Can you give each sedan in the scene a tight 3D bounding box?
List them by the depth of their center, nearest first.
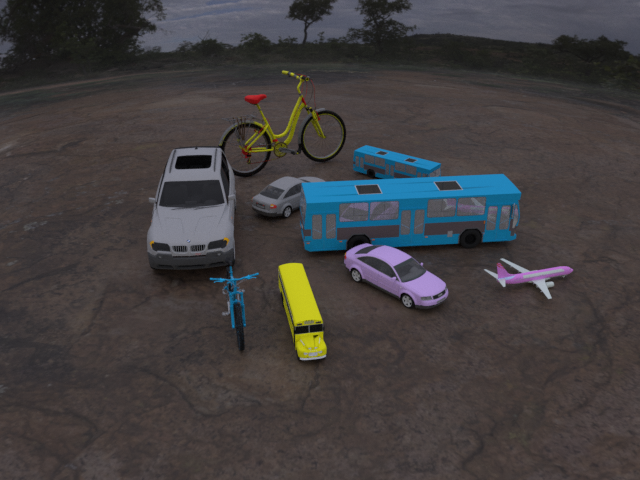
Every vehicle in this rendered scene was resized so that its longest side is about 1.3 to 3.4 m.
[{"bbox_3d":[1.025,0.431,9.550,0.635,0.483,1.613,-23,35,-37],"label":"sedan"},{"bbox_3d":[-0.487,-0.828,12.029,0.635,0.483,1.613,20,33,34],"label":"sedan"}]

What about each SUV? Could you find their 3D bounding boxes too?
[{"bbox_3d":[-1.935,-0.579,10.826,1.276,1.128,3.058,-3,27,-5],"label":"SUV"}]

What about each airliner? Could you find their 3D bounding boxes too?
[{"bbox_3d":[2.959,0.412,9.646,1.307,0.429,1.161,-9,28,-17],"label":"airliner"}]

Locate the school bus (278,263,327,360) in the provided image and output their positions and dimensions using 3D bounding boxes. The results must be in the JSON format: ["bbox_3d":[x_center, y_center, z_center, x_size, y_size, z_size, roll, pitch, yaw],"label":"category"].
[{"bbox_3d":[-0.236,0.872,8.734,0.365,0.434,1.708,-5,27,-10],"label":"school bus"}]

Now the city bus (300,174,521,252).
[{"bbox_3d":[1.343,-0.391,10.714,3.255,0.894,0.926,-3,27,-6],"label":"city bus"}]

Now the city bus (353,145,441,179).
[{"bbox_3d":[1.416,-1.335,13.055,1.674,0.460,0.476,19,33,33],"label":"city bus"}]

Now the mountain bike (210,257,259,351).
[{"bbox_3d":[-1.057,0.691,8.611,0.573,0.868,1.469,-6,27,-11],"label":"mountain bike"}]

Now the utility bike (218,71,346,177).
[{"bbox_3d":[-0.762,-2.251,13.335,2.791,1.839,1.039,-14,30,-25],"label":"utility bike"}]
